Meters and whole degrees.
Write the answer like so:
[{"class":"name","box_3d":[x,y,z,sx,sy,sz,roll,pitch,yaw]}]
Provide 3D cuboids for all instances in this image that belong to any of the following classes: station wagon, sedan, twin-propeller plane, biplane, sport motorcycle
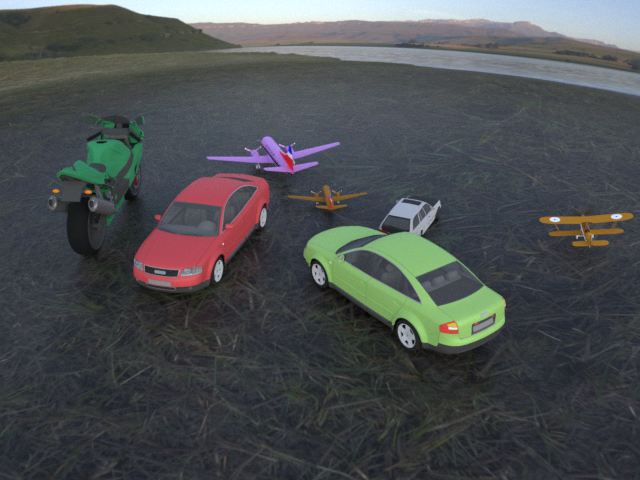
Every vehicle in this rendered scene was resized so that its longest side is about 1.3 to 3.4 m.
[{"class":"station wagon","box_3d":[1.468,-0.409,11.220,0.682,0.473,1.597,12,30,23]},{"class":"sedan","box_3d":[-1.696,-0.284,10.465,1.235,0.940,3.137,7,28,14]},{"class":"twin-propeller plane","box_3d":[-0.812,-1.710,13.409,2.663,0.792,2.129,-9,28,-16]},{"class":"biplane","box_3d":[4.035,-0.137,10.655,1.336,0.504,1.090,5,28,11]},{"class":"sport motorcycle","box_3d":[-3.389,-0.968,11.078,0.983,1.596,2.955,2,27,3]},{"class":"twin-propeller plane","box_3d":[0.144,-0.766,11.988,1.370,0.407,1.095,-2,27,-5]},{"class":"sedan","box_3d":[0.973,0.417,9.096,1.235,0.940,3.137,-18,32,-32]}]
